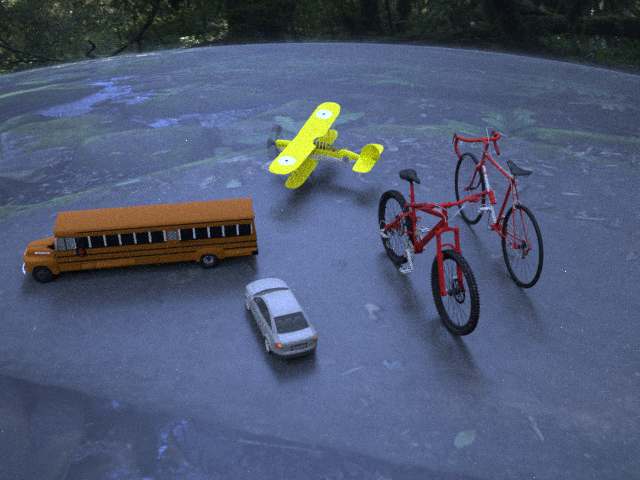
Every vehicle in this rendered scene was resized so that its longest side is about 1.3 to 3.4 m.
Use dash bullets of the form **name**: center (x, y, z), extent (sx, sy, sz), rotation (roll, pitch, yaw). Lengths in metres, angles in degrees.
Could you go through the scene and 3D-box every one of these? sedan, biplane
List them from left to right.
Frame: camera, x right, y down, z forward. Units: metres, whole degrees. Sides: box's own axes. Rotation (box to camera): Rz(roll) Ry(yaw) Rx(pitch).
- **sedan**: center (-0.522, 0.896, 8.887), extent (0.635, 0.483, 1.613), rotation (-11, 32, -18)
- **biplane**: center (0.056, -1.573, 12.651), extent (2.120, 0.981, 2.598), rotation (11, 32, 19)

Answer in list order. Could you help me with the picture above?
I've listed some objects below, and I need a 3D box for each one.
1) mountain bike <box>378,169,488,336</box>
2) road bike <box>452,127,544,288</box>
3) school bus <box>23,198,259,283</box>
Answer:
- **mountain bike**: center (1.377, -0.026, 9.277), extent (1.114, 1.688, 2.857), rotation (-10, 31, -16)
- **road bike**: center (2.574, -0.580, 10.264), extent (0.697, 1.656, 3.004), rotation (-6, 31, -10)
- **school bus**: center (-2.582, -0.027, 10.120), extent (3.322, 0.844, 0.709), rotation (-5, 30, -8)
